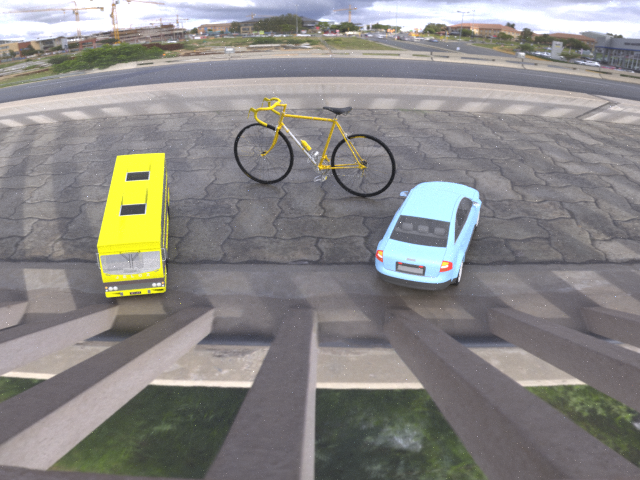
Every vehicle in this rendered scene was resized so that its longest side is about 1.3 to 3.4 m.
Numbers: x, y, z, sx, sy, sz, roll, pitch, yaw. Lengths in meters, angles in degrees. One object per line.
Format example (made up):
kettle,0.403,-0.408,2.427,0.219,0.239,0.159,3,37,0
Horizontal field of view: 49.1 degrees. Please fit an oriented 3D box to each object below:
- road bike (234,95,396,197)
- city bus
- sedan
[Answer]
road bike,-0.138,-1.630,12.215,3.004,1.656,0.697,9,29,16
city bus,-2.725,-0.309,10.545,0.926,0.894,3.255,-5,28,-9
sedan,1.689,-0.281,10.445,1.235,0.940,3.137,9,29,17
